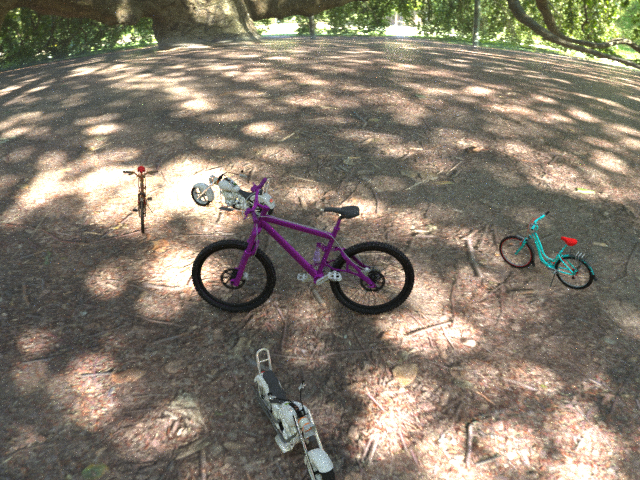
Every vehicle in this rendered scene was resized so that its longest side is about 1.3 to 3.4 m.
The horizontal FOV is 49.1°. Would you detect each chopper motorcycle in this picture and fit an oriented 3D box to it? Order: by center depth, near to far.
[{"bbox_3d":[-0.283,1.793,7.078,0.466,0.761,1.563,-16,34,-24],"label":"chopper motorcycle"},{"bbox_3d":[-1.442,-0.791,11.426,1.563,0.761,0.466,14,33,22],"label":"chopper motorcycle"}]

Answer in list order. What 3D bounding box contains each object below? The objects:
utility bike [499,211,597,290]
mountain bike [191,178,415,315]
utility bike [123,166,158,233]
[{"bbox_3d":[3.127,0.165,9.636,1.435,0.946,0.535,22,37,33],"label":"utility bike"},{"bbox_3d":[-0.222,0.223,8.812,2.857,1.688,1.114,1,31,1],"label":"mountain bike"},{"bbox_3d":[-2.815,-0.772,11.213,0.535,0.946,1.435,-6,31,-10],"label":"utility bike"}]
